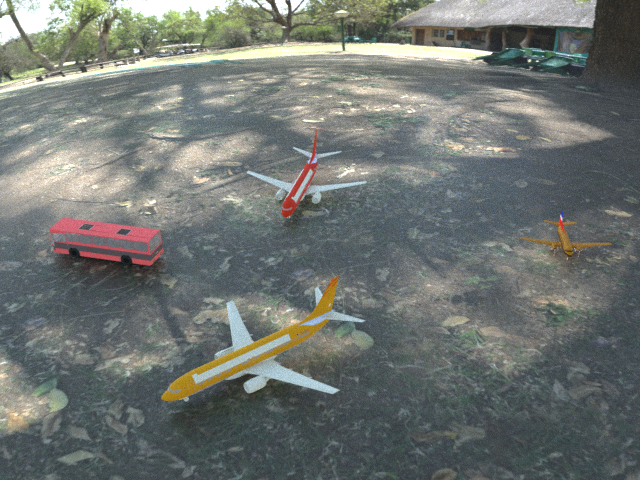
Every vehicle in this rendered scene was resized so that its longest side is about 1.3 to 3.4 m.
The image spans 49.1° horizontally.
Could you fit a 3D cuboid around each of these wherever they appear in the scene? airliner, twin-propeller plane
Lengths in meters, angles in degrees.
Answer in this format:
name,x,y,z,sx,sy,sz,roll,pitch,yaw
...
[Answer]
name,x,y,z,sx,sy,sz,roll,pitch,yaw
airliner,-0.321,-1.194,12.600,2.257,0.835,2.541,6,29,11
twin-propeller plane,3.836,-0.057,10.965,1.370,0.407,1.095,4,29,7
airliner,-0.737,1.172,8.269,2.541,0.835,2.257,-20,35,-32

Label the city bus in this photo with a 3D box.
name,x,y,z,sx,sy,sz,roll,pitch,yaw
city bus,-3.270,0.039,10.736,1.674,0.460,0.476,7,29,13
